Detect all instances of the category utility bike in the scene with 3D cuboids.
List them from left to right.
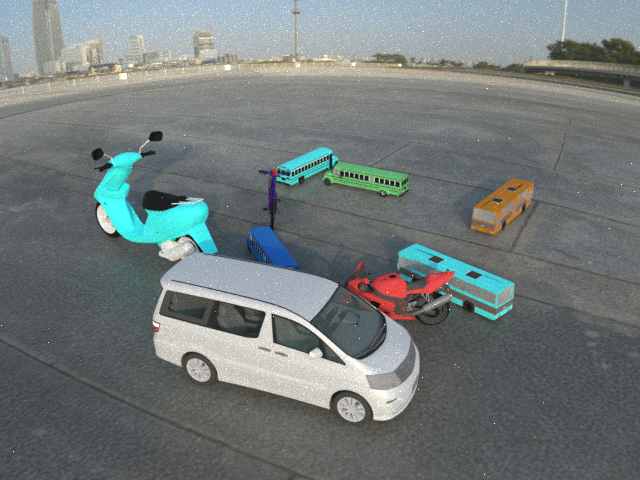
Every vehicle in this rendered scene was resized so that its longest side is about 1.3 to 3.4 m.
[{"bbox_3d":[-0.769,-0.815,11.993,0.535,0.946,1.435,-2,26,-4],"label":"utility bike"}]

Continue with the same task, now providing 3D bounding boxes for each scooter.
[{"bbox_3d":[-2.599,-0.590,10.558,2.721,1.786,1.288,19,31,34],"label":"scooter"}]

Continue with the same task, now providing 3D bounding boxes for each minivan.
[{"bbox_3d":[-0.375,1.026,7.879,3.011,1.197,1.324,10,27,20],"label":"minivan"}]

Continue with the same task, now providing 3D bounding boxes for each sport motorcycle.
[{"bbox_3d":[0.945,0.730,8.928,1.520,0.821,0.506,-1,26,-2],"label":"sport motorcycle"}]

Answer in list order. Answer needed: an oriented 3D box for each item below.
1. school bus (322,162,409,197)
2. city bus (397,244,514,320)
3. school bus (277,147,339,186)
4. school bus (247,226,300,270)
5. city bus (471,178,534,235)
[{"bbox_3d":[0.840,-1.162,13.305,1.708,0.434,0.365,14,29,27],"label":"school bus"},{"bbox_3d":[1.835,0.573,9.671,0.476,0.460,1.674,-23,34,-39],"label":"city bus"},{"bbox_3d":[-0.209,-1.485,13.976,0.365,0.434,1.708,17,31,31],"label":"school bus"},{"bbox_3d":[-0.730,0.219,10.435,0.365,0.434,1.708,-9,27,-19],"label":"school bus"},{"bbox_3d":[3.159,-0.573,12.052,0.476,0.460,1.674,18,31,32],"label":"city bus"}]
